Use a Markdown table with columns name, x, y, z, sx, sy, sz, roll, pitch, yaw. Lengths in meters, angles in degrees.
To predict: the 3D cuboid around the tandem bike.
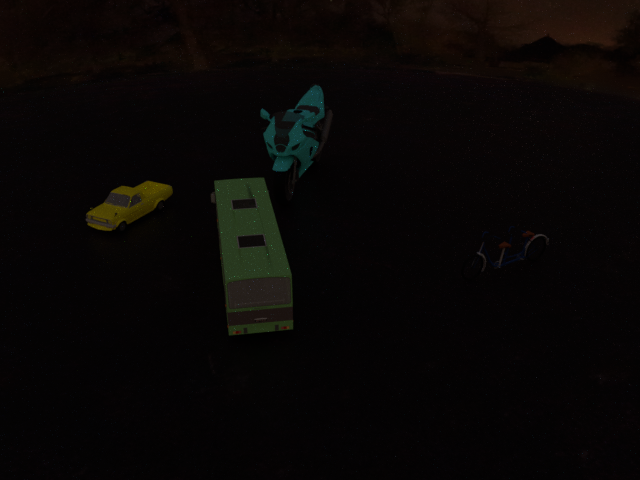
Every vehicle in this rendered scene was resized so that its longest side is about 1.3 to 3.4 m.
| name | x | y | z | sx | sy | sz | roll | pitch | yaw |
| --- | --- | --- | --- | --- | --- | --- | --- | --- | --- |
| tandem bike | 2.686 | 0.128 | 10.042 | 1.642 | 0.682 | 0.283 | -14 | 30 | -26 |

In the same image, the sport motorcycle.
| name | x | y | z | sx | sy | sz | roll | pitch | yaw |
| --- | --- | --- | --- | --- | --- | --- | --- | --- | --- |
| sport motorcycle | -0.383 | -1.815 | 12.927 | 0.983 | 1.596 | 2.955 | 6 | 27 | 11 |

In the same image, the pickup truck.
| name | x | y | z | sx | sy | sz | roll | pitch | yaw |
| --- | --- | --- | --- | --- | --- | --- | --- | --- | --- |
| pickup truck | -3.181 | -0.632 | 11.766 | 0.640 | 0.511 | 1.603 | 13 | 29 | 24 |

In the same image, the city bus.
| name | x | y | z | sx | sy | sz | roll | pitch | yaw |
| --- | --- | --- | --- | --- | --- | --- | --- | --- | --- |
| city bus | -0.990 | 0.139 | 9.781 | 0.926 | 0.894 | 3.255 | -4 | 27 | -9 |
